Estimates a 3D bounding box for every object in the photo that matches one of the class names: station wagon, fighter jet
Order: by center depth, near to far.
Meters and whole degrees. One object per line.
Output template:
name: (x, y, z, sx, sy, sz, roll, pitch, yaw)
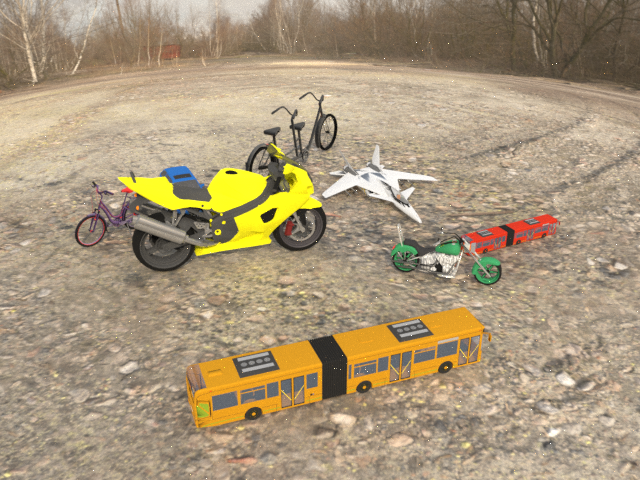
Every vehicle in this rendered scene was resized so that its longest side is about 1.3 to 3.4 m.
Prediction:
station wagon: (-2.390, -0.893, 12.306, 0.682, 0.473, 1.597, -11, 29, -21)
fighter jet: (1.175, -0.987, 12.399, 2.229, 0.557, 2.640, -10, 29, -19)

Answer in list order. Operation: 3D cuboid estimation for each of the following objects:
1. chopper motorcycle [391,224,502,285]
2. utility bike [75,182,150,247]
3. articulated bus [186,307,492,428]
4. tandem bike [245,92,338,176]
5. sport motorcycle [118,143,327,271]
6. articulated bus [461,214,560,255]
chopper motorcycle: (1.776, 0.200, 9.846, 1.563, 0.761, 0.466, 7, 28, 14)
utility bike: (-3.183, -0.457, 10.930, 0.535, 0.946, 1.435, 22, 34, 36)
articulated bus: (0.258, 1.374, 7.763, 3.401, 0.561, 0.605, -9, 29, -18)
tandem bike: (-0.482, -2.026, 13.590, 0.550, 1.326, 3.192, 16, 31, 28)
sport motorcycle: (-1.313, -0.419, 10.139, 2.955, 1.596, 0.983, -8, 28, -16)
articulated bus: (2.967, -0.085, 10.924, 1.749, 0.289, 0.311, -13, 30, -24)
